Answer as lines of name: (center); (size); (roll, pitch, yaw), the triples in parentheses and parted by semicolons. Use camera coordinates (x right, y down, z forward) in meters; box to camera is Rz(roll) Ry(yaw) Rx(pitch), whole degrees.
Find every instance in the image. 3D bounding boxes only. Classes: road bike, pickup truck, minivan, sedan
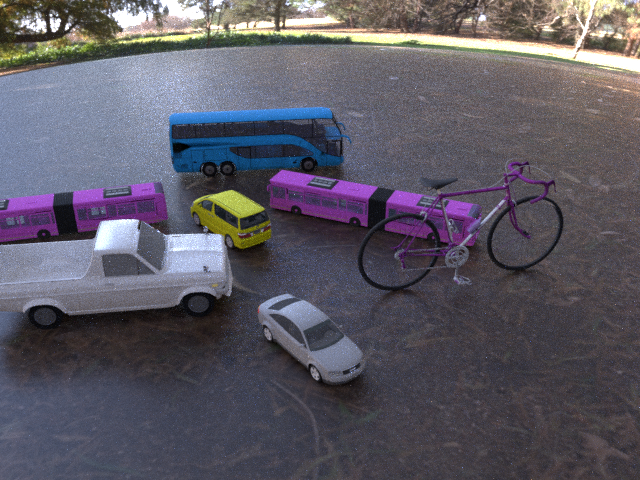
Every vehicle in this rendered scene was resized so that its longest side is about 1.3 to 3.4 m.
road bike: (1.931, -0.170, 9.263); (3.004, 1.656, 0.697); (-8, 31, -14)
pickup truck: (-2.710, 0.346, 9.024); (3.117, 0.993, 1.244); (-4, 30, -7)
minivan: (-1.401, -0.401, 10.724); (0.681, 0.616, 1.548); (-22, 36, -34)
sedan: (-0.119, 1.098, 8.215); (0.635, 0.483, 1.613); (-21, 36, -32)

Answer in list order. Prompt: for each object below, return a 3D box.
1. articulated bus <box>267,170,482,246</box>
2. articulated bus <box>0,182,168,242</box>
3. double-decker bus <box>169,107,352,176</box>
articulated bus: (0.788, -0.527, 11.002); (3.401, 0.561, 0.605); (12, 32, 20)
articulated bus: (-4.100, -0.390, 10.760); (3.401, 0.561, 0.605); (-8, 30, -14)
double-decker bus: (-1.086, -1.812, 12.770); (3.251, 1.052, 0.756); (-3, 30, -6)
